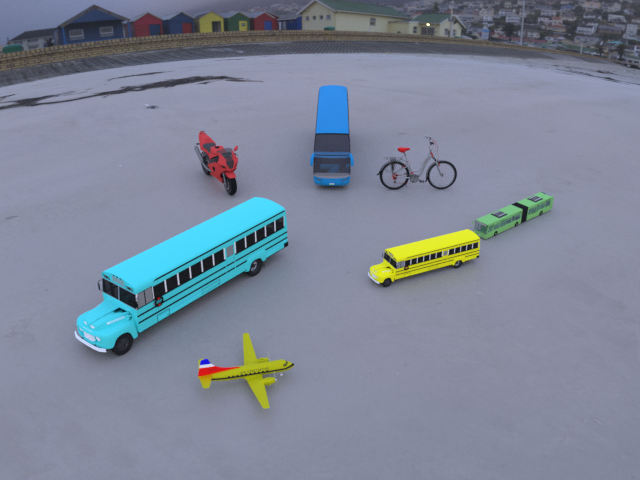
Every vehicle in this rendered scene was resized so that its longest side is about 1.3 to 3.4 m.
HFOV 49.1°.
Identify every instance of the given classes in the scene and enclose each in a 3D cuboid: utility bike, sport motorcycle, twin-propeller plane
[{"bbox_3d":[1.723,-1.360,12.424,1.435,0.946,0.535,0,28,0],"label":"utility bike"},{"bbox_3d":[-1.847,-1.396,12.623,0.506,0.821,1.520,-15,32,-26],"label":"sport motorcycle"},{"bbox_3d":[-0.821,1.427,7.847,1.095,0.407,1.370,-7,29,-13],"label":"twin-propeller plane"}]

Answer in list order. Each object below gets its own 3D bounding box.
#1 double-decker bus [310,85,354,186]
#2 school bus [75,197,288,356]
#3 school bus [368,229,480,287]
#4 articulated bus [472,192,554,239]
[{"bbox_3d":[0.243,-2.058,13.602,0.756,1.052,3.251,1,28,1],"label":"double-decker bus"},{"bbox_3d":[-1.743,0.388,9.307,0.709,0.844,3.322,20,34,33],"label":"school bus"},{"bbox_3d":[1.490,0.247,9.997,1.708,0.434,0.365,-13,31,-23],"label":"school bus"},{"bbox_3d":[3.159,-0.414,11.368,1.749,0.289,0.311,-21,35,-33],"label":"articulated bus"}]
